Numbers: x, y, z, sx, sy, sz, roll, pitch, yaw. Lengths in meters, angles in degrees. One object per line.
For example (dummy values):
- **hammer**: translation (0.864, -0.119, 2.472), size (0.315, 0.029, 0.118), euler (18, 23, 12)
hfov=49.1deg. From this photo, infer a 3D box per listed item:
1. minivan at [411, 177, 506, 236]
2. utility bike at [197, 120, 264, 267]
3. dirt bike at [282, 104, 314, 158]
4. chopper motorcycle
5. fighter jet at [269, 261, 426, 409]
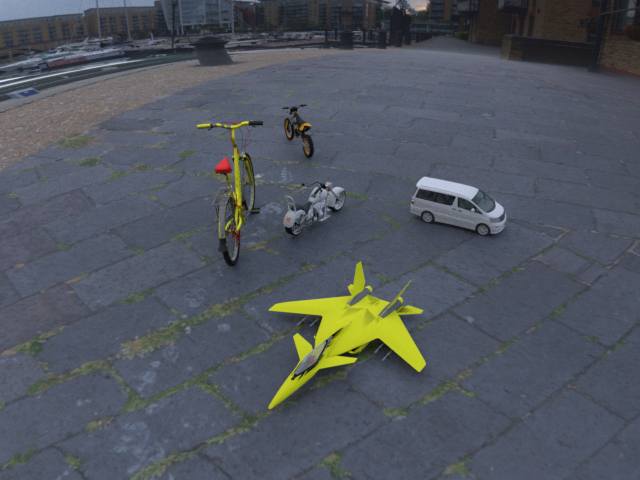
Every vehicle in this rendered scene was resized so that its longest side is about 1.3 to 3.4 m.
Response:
- **minivan**: translation (2.299, -0.573, 11.547), size (1.548, 0.616, 0.681), euler (14, 33, 24)
- **utility bike**: translation (-1.387, -0.859, 10.814), size (1.039, 1.839, 2.791), euler (2, 30, 3)
- **dirt bike**: translation (-0.452, -2.278, 14.283), size (0.527, 0.857, 1.493), euler (-12, 32, -20)
- **chopper motorcycle**: translation (-0.061, -0.621, 11.483), size (0.466, 0.761, 1.563), euler (20, 35, 31)
- **fighter jet**: translation (0.175, 1.164, 8.570), size (2.229, 0.557, 2.640), euler (18, 35, 29)
